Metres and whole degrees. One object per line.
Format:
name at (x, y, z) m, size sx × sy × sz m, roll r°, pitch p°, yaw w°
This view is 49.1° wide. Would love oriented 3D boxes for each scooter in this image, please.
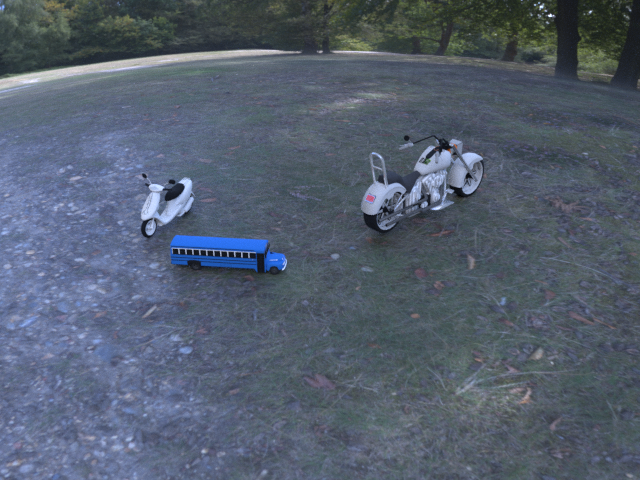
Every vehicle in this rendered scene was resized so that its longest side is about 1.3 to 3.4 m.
scooter at (-2.529, -0.684, 11.585) m, size 0.662 × 0.919 × 1.399 m, roll 13°, pitch 31°, yaw 23°

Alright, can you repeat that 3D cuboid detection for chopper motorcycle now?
chopper motorcycle at (1.832, -1.112, 11.790) m, size 3.040 × 1.480 × 0.906 m, roll -24°, pitch 37°, yaw -38°

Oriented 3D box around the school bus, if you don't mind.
school bus at (-1.354, 0.211, 10.432) m, size 1.708 × 0.434 × 0.365 m, roll 3°, pitch 28°, yaw 6°
